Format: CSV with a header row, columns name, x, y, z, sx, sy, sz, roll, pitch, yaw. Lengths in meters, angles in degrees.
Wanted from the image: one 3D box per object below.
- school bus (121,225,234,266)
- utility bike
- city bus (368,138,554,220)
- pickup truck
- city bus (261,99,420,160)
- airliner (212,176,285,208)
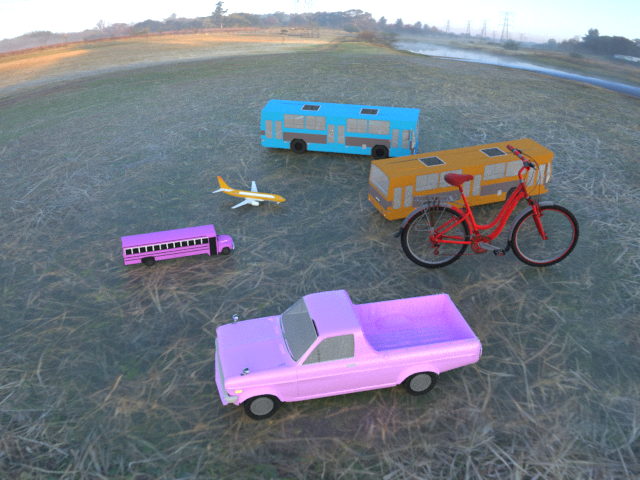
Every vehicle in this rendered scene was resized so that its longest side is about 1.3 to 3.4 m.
name,x,y,z,sx,sy,sz,roll,pitch,yaw
school bus,-2.203,0.072,10.917,1.708,0.434,0.365,-8,30,-15
utility bike,2.497,-0.450,10.413,2.791,1.839,1.039,0,29,-1
city bus,2.519,-1.072,12.483,3.255,0.894,0.926,-10,31,-17
pickup truck,0.298,1.204,8.335,3.117,0.993,1.244,-6,30,-11
city bus,0.428,-2.302,14.670,3.255,0.894,0.926,6,30,10
airliner,-1.251,-0.898,12.647,1.307,0.429,1.161,7,30,12
